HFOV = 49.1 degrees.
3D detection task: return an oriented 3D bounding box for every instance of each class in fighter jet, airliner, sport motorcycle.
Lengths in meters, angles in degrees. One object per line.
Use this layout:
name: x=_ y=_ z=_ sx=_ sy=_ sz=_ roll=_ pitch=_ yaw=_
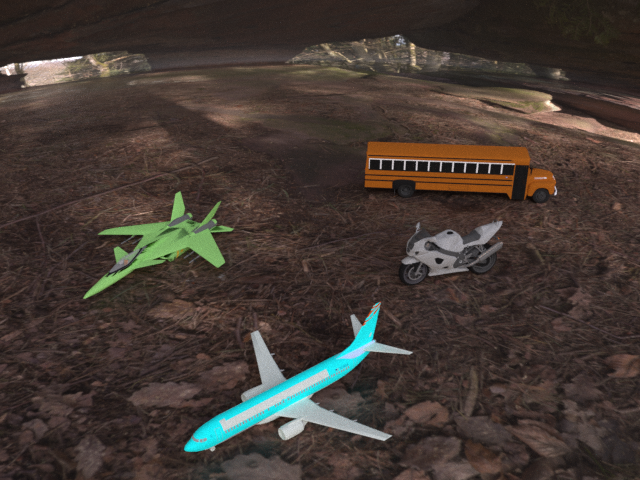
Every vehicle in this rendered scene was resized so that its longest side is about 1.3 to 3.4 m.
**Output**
fighter jet: x=-2.459 y=0.074 z=10.062 sx=2.229 sy=0.557 sz=2.640 roll=14 pitch=30 yaw=24
airliner: x=-0.285 y=1.398 z=7.181 sx=2.541 sy=0.835 sz=2.257 roll=-20 pitch=33 yaw=-34
sport motorcycle: x=1.786 y=0.170 z=9.586 sx=1.520 sy=0.821 sz=0.506 roll=-9 pitch=28 yaw=-16

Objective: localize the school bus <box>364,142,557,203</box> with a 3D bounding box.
school bus: x=2.447 y=-1.210 z=12.245 sx=3.322 sy=0.844 sz=0.709 roll=3 pitch=27 yaw=5
